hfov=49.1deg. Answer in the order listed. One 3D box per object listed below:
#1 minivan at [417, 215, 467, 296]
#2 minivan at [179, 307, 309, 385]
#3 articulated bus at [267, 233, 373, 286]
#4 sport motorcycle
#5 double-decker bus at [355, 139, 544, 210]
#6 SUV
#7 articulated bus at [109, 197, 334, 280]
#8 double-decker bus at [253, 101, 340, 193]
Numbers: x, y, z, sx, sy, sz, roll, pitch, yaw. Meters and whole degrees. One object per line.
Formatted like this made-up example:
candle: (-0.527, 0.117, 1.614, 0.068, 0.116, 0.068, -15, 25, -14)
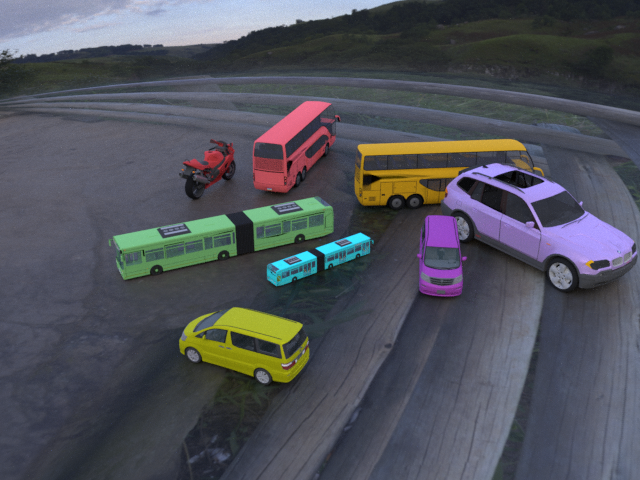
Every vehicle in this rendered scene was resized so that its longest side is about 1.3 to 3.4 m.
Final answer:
minivan: (1.725, 0.213, 10.020, 0.681, 0.616, 1.548, 3, 27, 7)
minivan: (-0.908, 1.154, 8.130, 1.548, 0.616, 0.681, 12, 29, 23)
articulated bus: (0.019, 0.273, 10.267, 1.749, 0.289, 0.311, -19, 32, -33)
sport motorcycle: (-2.010, -1.319, 12.868, 0.506, 0.821, 1.520, 13, 29, 24)
double-decker bus: (2.235, -1.177, 12.324, 3.251, 1.052, 0.756, -3, 27, -5)
SUV: (3.200, -0.307, 10.490, 1.276, 1.128, 3.058, -18, 32, -32)
articulated bus: (-1.405, -0.068, 10.646, 3.401, 0.561, 0.605, -13, 29, -24)
double-decker bus: (-0.418, -1.919, 13.816, 0.756, 1.052, 3.251, 8, 28, 16)
